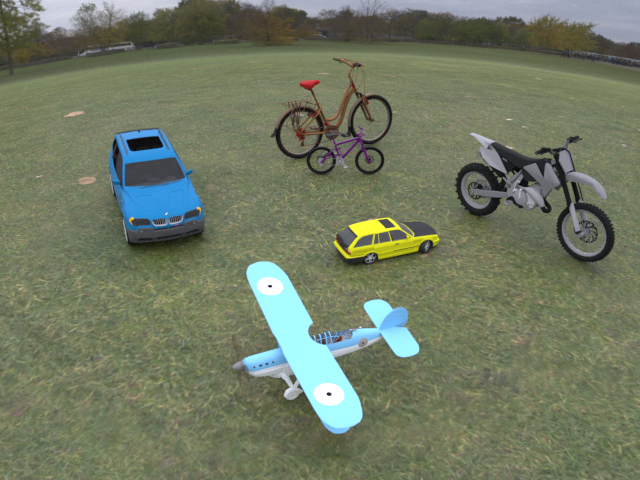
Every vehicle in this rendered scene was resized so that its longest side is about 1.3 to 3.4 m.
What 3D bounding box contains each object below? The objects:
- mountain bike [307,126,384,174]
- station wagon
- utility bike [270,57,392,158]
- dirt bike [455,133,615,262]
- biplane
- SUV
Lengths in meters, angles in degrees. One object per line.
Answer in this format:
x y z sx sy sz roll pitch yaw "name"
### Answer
0.480 -1.632 13.118 1.469 0.868 0.573 0 29 0 "mountain bike"
1.034 -0.053 10.644 1.597 0.473 0.682 -11 30 -19 "station wagon"
0.228 -2.687 14.034 2.791 1.839 1.039 -14 32 -24 "utility bike"
3.266 -0.804 10.774 1.024 1.666 2.903 -21 35 -34 "dirt bike"
0.058 1.210 7.808 2.120 0.981 2.598 -12 31 -20 "biplane"
-2.805 -0.984 11.663 1.276 1.128 3.058 -10 30 -18 "SUV"
